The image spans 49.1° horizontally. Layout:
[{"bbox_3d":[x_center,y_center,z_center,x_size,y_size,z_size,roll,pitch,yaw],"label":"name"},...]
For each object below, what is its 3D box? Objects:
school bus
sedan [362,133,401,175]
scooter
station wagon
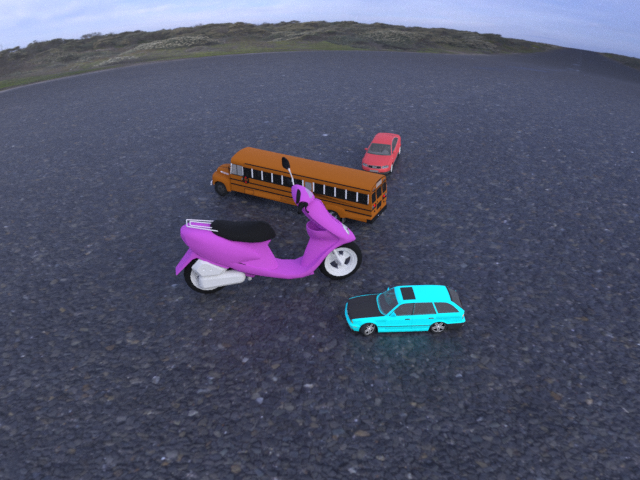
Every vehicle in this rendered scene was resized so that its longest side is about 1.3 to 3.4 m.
[{"bbox_3d":[-0.461,-1.007,12.425,3.322,0.844,0.709,14,33,23],"label":"school bus"},{"bbox_3d":[1.255,-1.805,14.167,0.635,0.483,1.613,8,31,13],"label":"sedan"},{"bbox_3d":[-0.707,-0.097,9.908,2.721,1.786,1.288,-6,30,-10],"label":"scooter"},{"bbox_3d":[1.137,0.912,9.473,1.597,0.473,0.682,-2,30,-3],"label":"station wagon"}]
